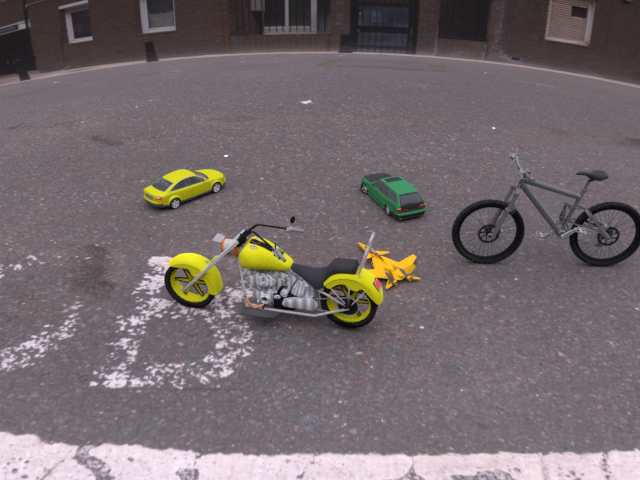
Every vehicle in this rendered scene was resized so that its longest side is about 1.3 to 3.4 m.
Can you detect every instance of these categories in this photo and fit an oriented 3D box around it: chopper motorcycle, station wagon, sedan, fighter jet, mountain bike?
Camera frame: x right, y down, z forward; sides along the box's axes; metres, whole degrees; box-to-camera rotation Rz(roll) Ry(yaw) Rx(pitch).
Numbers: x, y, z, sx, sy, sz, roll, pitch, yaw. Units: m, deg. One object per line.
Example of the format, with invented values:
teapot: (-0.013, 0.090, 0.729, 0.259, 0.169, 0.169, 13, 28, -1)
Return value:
chopper motorcycle: (-0.659, 0.394, 9.301, 3.040, 1.480, 0.906, 7, 30, 12)
station wagon: (1.287, -0.891, 12.578, 0.682, 0.473, 1.597, -11, 32, -19)
sedan: (-2.453, -1.024, 12.802, 0.635, 0.483, 1.613, 26, 39, 38)
fighter jet: (0.924, 0.264, 10.737, 1.147, 0.286, 1.358, -14, 33, -23)
mountain bike: (3.427, -0.363, 10.422, 2.857, 1.688, 1.114, 1, 30, 2)
